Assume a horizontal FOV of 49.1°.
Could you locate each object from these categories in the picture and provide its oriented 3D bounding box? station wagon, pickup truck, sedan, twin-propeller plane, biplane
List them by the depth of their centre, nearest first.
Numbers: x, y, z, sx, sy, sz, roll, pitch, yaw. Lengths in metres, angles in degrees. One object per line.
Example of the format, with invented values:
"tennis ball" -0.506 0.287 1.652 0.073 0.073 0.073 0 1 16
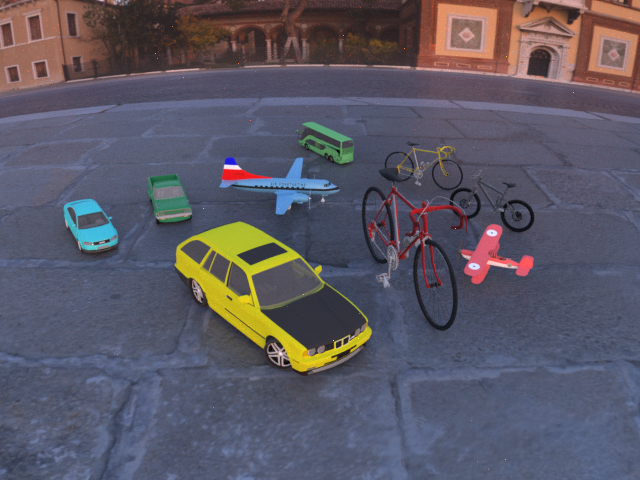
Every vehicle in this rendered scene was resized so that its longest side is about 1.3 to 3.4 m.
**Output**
"station wagon" -0.688 0.592 9.030 1.327 0.920 3.105 -20 33 -34
"biplane" 2.507 0.292 10.091 1.090 0.504 1.336 13 30 24
"sedan" -3.706 -0.289 11.270 0.635 0.483 1.613 -14 30 -26
"pickup truck" -2.653 -0.793 12.241 0.640 0.511 1.603 -8 28 -16
"twin-propeller plane" -0.707 -1.067 12.475 2.129 0.792 2.663 3 27 5

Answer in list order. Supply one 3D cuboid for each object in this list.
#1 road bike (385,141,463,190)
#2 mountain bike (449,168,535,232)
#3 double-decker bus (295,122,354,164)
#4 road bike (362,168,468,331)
"road bike" 1.935 -1.418 13.107 1.545 0.852 0.358 13 29 24
"mountain bike" 2.834 -0.643 11.547 1.469 0.868 0.573 17 31 30
"double-decker bus" 0.091 -2.063 14.737 0.389 0.541 1.672 -17 31 -30
"road bike" 1.144 -0.046 9.482 0.697 1.656 3.004 -9 28 -17
